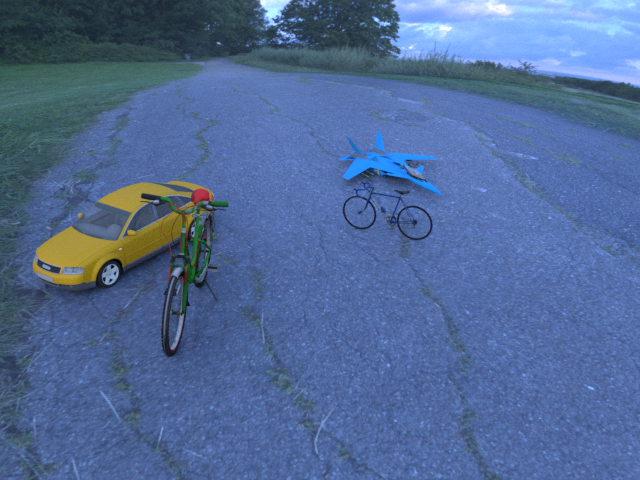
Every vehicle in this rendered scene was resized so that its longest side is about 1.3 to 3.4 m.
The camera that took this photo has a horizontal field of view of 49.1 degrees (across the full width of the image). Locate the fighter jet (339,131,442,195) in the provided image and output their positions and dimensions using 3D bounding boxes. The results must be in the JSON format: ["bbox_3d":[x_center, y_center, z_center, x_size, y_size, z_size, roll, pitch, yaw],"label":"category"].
[{"bbox_3d":[1.536,-1.477,13.666,2.229,0.557,2.640,-15,30,-28],"label":"fighter jet"}]

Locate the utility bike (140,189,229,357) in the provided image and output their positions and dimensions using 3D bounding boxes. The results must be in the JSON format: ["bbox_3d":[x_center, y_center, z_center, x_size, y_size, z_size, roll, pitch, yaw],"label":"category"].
[{"bbox_3d":[-1.579,0.137,8.960,1.039,1.839,2.791,1,26,3],"label":"utility bike"}]

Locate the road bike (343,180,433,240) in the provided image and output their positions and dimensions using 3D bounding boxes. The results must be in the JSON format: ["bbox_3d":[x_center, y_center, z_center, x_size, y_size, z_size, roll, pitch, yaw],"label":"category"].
[{"bbox_3d":[1.080,-0.475,11.309,1.545,0.852,0.358,12,29,22],"label":"road bike"}]

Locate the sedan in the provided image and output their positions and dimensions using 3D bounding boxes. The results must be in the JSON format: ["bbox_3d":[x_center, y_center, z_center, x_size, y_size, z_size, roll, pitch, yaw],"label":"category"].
[{"bbox_3d":[-2.921,-0.231,10.718,1.235,0.940,3.137,16,31,29],"label":"sedan"}]
